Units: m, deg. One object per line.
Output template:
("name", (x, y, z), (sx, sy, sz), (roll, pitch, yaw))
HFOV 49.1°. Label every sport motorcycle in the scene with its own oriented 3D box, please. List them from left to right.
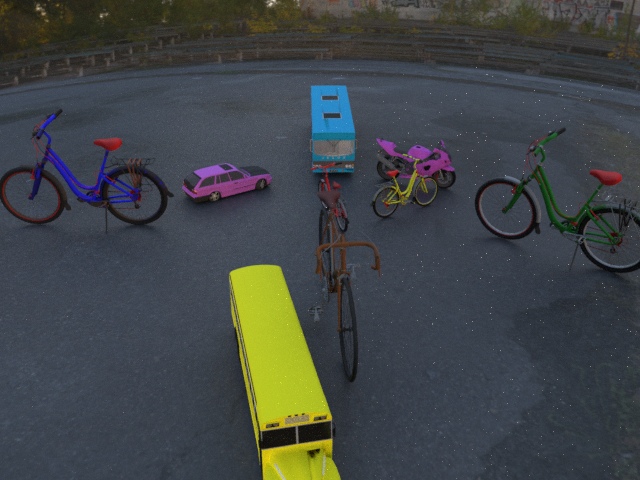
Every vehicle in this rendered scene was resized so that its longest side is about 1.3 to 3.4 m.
("sport motorcycle", (1.741, -1.408, 12.761), (1.520, 0.821, 0.506), (11, 30, 20))

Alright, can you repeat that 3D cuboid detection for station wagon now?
("station wagon", (-1.641, -1.098, 12.546), (1.597, 0.473, 0.682), (-17, 32, -29))

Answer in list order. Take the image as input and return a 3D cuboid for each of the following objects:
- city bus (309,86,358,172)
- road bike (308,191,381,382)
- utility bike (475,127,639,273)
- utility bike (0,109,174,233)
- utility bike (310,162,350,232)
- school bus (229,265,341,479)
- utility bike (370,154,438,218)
("city bus", (0.221, -2.309, 14.401), (0.926, 0.894, 3.255), (-1, 28, -1))
("road bike", (0.189, 0.354, 8.507), (0.696, 1.656, 3.004), (-3, 28, -6))
("utility bike", (3.473, -0.532, 9.998), (2.791, 1.839, 1.039), (20, 34, 33))
("utility bike", (-3.721, -0.998, 10.886), (2.791, 1.839, 1.039), (0, 28, 0))
("utility bike", (0.157, -0.731, 11.339), (0.535, 0.946, 1.435), (-9, 29, -16))
("school bus", (-0.445, 1.417, 7.354), (0.709, 0.844, 3.322), (-6, 28, -11))
("utility bike", (1.400, -0.924, 11.705), (1.435, 0.946, 0.535), (-16, 32, -28))
